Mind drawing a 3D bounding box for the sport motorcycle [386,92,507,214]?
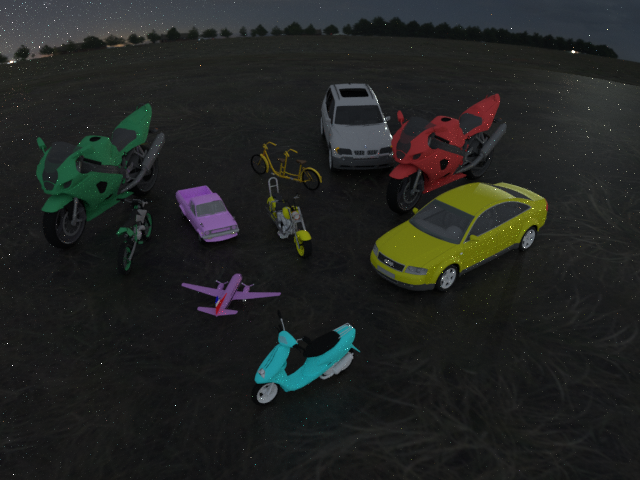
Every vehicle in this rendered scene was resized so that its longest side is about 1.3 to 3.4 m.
[{"bbox_3d":[2.160,-1.525,12.059,2.955,1.596,0.983,-26,38,-38],"label":"sport motorcycle"}]

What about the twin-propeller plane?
[{"bbox_3d":[-1.211,0.676,9.261,1.370,0.407,1.095,5,29,9],"label":"twin-propeller plane"}]

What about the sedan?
[{"bbox_3d":[2.100,-0.198,10.309,3.137,0.940,1.235,-22,35,-34],"label":"sedan"}]

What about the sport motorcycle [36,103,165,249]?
[{"bbox_3d":[-3.487,-1.089,11.258,0.983,1.596,2.955,10,30,18],"label":"sport motorcycle"}]

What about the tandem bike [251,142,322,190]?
[{"bbox_3d":[-0.641,-1.361,12.713,1.642,0.682,0.283,19,34,31],"label":"tandem bike"}]

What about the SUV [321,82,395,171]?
[{"bbox_3d":[0.706,-2.321,14.008,1.276,1.128,3.058,-2,29,-4],"label":"SUV"}]

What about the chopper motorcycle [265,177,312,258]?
[{"bbox_3d":[-0.482,-0.359,10.791,0.466,0.761,1.563,-12,31,-21],"label":"chopper motorcycle"}]

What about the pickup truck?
[{"bbox_3d":[-1.840,-0.482,11.279,0.640,0.511,1.603,-13,31,-22],"label":"pickup truck"}]

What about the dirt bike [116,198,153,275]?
[{"bbox_3d":[-2.735,-0.152,10.310,0.527,0.857,1.493,2,29,4],"label":"dirt bike"}]

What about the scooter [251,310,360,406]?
[{"bbox_3d":[-0.149,1.244,7.683,1.399,0.919,0.662,-17,33,-29],"label":"scooter"}]
